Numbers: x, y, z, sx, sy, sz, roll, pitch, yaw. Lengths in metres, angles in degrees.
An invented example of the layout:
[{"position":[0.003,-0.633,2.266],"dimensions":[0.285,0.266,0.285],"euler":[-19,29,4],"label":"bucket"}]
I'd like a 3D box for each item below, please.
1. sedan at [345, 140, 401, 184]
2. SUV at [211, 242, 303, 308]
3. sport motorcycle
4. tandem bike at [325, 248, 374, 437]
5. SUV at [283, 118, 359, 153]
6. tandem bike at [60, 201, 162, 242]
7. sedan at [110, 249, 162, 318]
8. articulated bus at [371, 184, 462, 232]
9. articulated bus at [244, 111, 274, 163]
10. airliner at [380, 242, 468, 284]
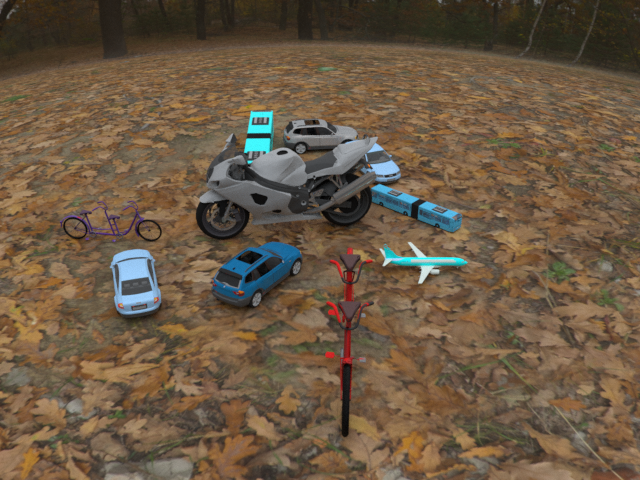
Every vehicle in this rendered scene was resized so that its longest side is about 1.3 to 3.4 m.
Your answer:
[{"position":[0.994,-1.563,13.484],"dimensions":[0.635,0.483,1.613],"euler":[-12,32,-20],"label":"sedan"},{"position":[-0.877,0.398,10.003],"dimensions":[0.656,0.580,1.572],"euler":[18,35,28],"label":"SUV"},{"position":[-0.520,-0.848,11.140],"dimensions":[2.955,1.596,0.983],"euler":[-7,31,-12],"label":"sport motorcycle"},{"position":[0.346,0.880,8.427],"dimensions":[0.550,1.326,3.192],"euler":[1,30,3],"label":"tandem bike"},{"position":[0.019,-2.179,14.451],"dimensions":[1.572,0.580,0.656],"euler":[-4,30,-7],"label":"SUV"},{"position":[-3.330,-0.293,11.095],"dimensions":[1.642,0.682,0.283],"euler":[2,30,3],"label":"tandem bike"},{"position":[-2.617,0.521,9.887],"dimensions":[0.635,0.483,1.613],"euler":[-9,31,-15],"label":"sedan"},{"position":[1.605,-0.557,11.942],"dimensions":[1.749,0.289,0.311],"euler":[24,38,35],"label":"articulated bus"},{"position":[-1.202,-1.729,13.693],"dimensions":[0.605,0.561,3.401],"euler":[-1,30,-1],"label":"articulated bus"},{"position":[1.559,0.243,10.420],"dimensions":[1.307,0.429,1.161],"euler":[-1,30,-1],"label":"airliner"}]
